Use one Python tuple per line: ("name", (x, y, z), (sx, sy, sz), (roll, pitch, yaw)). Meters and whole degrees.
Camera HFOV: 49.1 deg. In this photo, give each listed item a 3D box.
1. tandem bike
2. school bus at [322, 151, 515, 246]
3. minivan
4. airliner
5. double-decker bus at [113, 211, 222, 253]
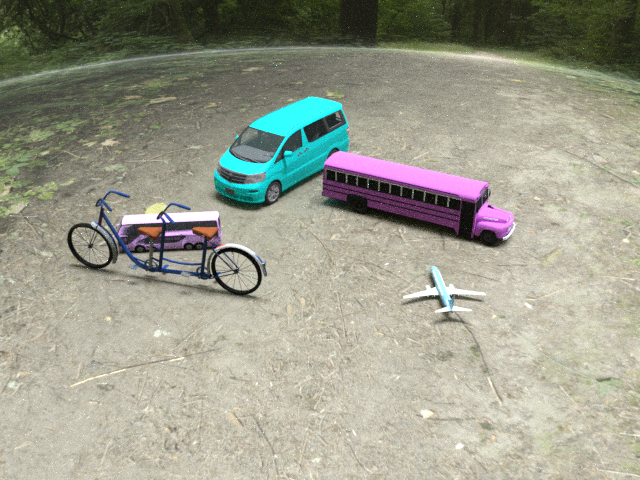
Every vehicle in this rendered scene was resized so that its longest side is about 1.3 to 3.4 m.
("tandem bike", (-2.264, 0.038, 9.980), (3.192, 1.326, 0.550), (9, 31, 15))
("school bus", (1.636, -0.744, 11.821), (3.322, 0.844, 0.709), (16, 33, 25))
("minivan", (-0.689, -1.726, 13.172), (1.324, 1.197, 3.011), (20, 36, 31))
("airliner", (1.731, 0.623, 9.862), (1.161, 0.429, 1.307), (-2, 30, -4))
("double-decker bus", (-2.403, -0.129, 11.057), (1.672, 0.541, 0.389), (-3, 30, -5))
